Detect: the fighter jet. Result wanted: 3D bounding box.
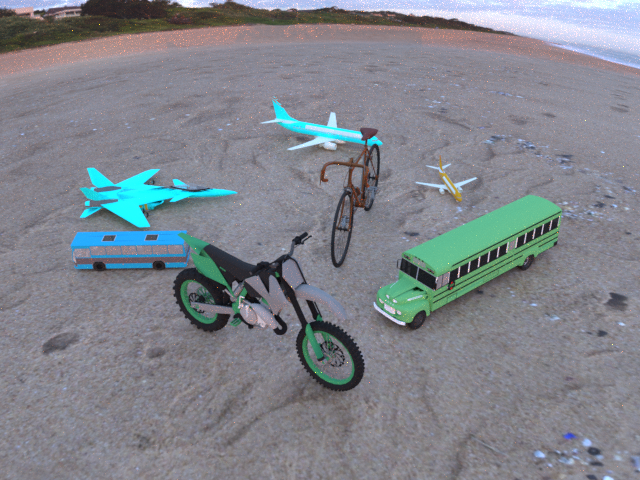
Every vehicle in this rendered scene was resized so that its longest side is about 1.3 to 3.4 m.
[{"bbox_3d":[-2.776,-0.904,12.234,2.640,0.557,2.229,-4,31,-6],"label":"fighter jet"}]

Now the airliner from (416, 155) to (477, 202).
[{"bbox_3d":[2.349,-1.108,12.705,1.161,0.429,1.307,-5,31,-8],"label":"airliner"}]

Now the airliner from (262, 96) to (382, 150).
[{"bbox_3d":[0.102,-2.408,14.503,2.541,0.835,2.257,13,33,20],"label":"airliner"}]

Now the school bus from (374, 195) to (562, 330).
[{"bbox_3d":[2.163,0.251,10.001,3.322,0.844,0.709,-22,37,-33],"label":"school bus"}]

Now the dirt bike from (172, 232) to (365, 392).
[{"bbox_3d":[-0.702,0.734,8.379,2.903,1.666,1.024,19,36,29],"label":"dirt bike"}]

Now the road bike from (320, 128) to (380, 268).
[{"bbox_3d":[0.605,-0.824,11.020,0.696,1.656,3.004,9,32,14],"label":"road bike"}]

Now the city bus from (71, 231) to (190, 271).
[{"bbox_3d":[-2.826,0.165,10.523,1.674,0.460,0.476,-1,31,-2],"label":"city bus"}]
